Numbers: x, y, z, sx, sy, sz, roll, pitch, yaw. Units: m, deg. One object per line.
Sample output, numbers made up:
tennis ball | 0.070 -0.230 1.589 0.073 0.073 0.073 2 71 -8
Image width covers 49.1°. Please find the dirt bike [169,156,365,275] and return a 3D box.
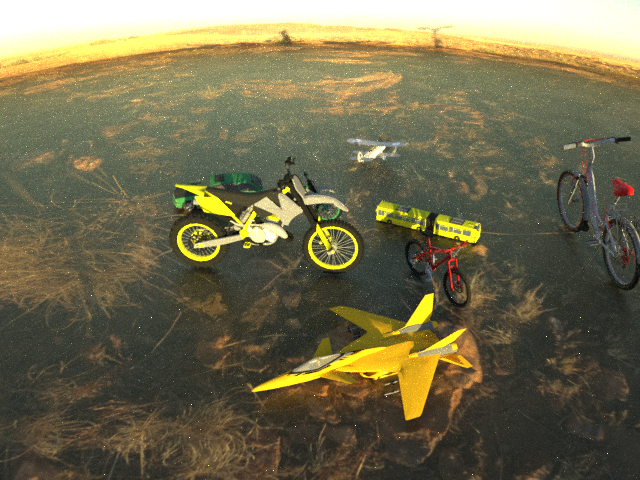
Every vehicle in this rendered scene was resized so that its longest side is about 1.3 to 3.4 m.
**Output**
dirt bike | -0.796 -0.269 10.123 2.903 1.666 1.024 3 31 5

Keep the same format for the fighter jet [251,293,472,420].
fighter jet | 0.428 1.357 8.470 2.640 0.557 2.229 -12 33 -19

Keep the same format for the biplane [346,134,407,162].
biplane | 1.012 -1.735 13.734 1.336 0.504 1.090 19 36 29

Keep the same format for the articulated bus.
articulated bus | 1.758 -0.305 11.535 1.749 0.289 0.311 15 34 23

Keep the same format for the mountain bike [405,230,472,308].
mountain bike | 1.655 0.331 9.895 0.573 0.868 1.469 -16 34 -25

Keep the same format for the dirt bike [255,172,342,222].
dirt bike | -0.363 -0.617 11.504 1.493 0.857 0.527 -5 31 -9

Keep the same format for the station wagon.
station wagon | -1.790 -0.876 12.315 1.597 0.473 0.682 -4 31 -7

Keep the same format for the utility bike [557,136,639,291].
utility bike | 4.083 -0.523 10.383 1.039 1.839 2.791 -4 31 -6
